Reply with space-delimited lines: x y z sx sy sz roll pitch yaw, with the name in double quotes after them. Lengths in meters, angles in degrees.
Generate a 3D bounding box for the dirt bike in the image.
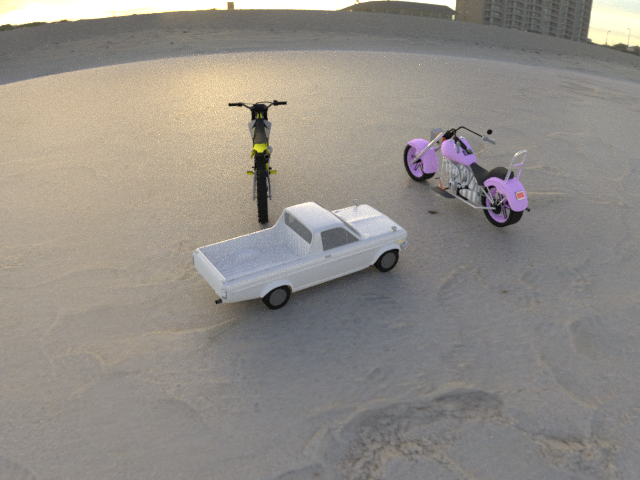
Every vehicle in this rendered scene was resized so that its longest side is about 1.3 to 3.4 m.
-1.060 -1.540 12.362 1.024 1.666 2.903 -2 30 -4 "dirt bike"

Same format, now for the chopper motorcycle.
2.457 -1.320 12.163 0.906 1.480 3.040 -16 33 -25 "chopper motorcycle"

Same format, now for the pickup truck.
-0.231 0.087 10.177 3.117 0.993 1.244 -17 34 -27 "pickup truck"
